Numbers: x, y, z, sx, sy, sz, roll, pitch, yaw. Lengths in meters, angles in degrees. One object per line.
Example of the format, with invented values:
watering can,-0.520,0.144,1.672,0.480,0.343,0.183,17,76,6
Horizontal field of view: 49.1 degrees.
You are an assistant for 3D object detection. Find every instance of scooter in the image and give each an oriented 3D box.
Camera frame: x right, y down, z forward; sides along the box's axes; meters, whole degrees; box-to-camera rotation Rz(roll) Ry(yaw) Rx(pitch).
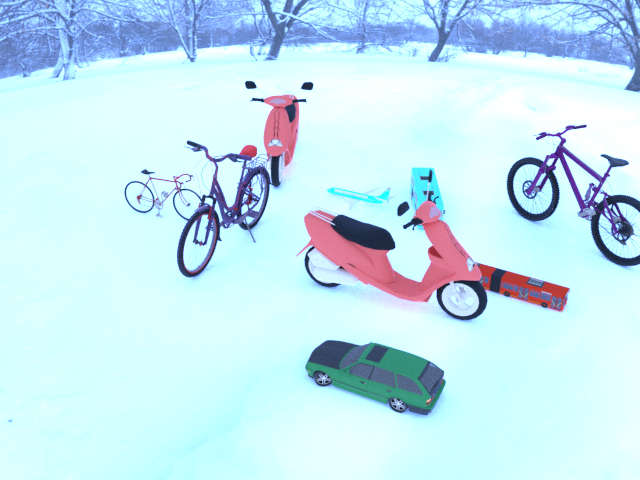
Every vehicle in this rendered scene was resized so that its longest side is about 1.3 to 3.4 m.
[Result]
scooter,-0.739,-2.298,13.660,1.288,1.786,2.721,2,28,3
scooter,0.923,0.052,9.268,2.721,1.786,1.288,12,31,22

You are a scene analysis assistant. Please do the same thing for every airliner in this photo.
airliner,0.682,-0.859,12.407,1.307,0.429,1.161,16,32,27

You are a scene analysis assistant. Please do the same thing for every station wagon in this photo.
station wagon,0.611,1.473,8.002,1.597,0.473,0.682,14,31,24

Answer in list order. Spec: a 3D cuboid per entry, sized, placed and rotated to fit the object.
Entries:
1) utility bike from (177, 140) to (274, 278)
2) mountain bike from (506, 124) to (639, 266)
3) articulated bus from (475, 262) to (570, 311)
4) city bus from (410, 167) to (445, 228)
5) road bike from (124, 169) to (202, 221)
utility bike,-1.293,-0.663,10.549,1.039,1.839,2.791,12,30,21
mountain bike,4.019,-0.759,10.887,1.114,1.688,2.857,-17,32,-28
articulated bus,2.597,0.599,9.833,1.749,0.289,0.311,16,32,28
city bus,1.837,-0.734,12.142,0.476,0.460,1.674,1,28,2
road bike,-2.648,-0.773,11.800,1.545,0.852,0.358,10,30,17
